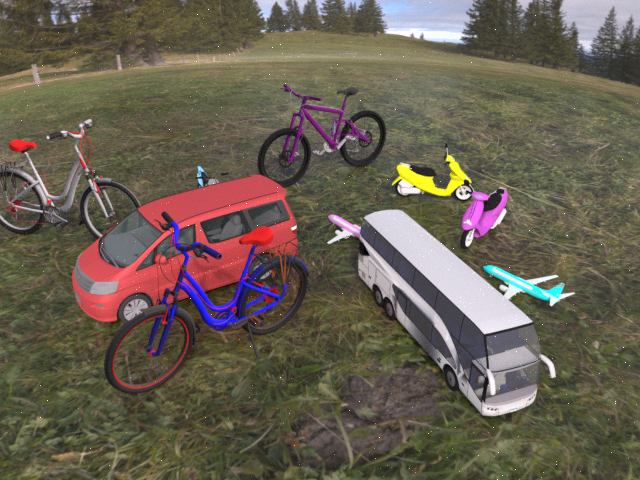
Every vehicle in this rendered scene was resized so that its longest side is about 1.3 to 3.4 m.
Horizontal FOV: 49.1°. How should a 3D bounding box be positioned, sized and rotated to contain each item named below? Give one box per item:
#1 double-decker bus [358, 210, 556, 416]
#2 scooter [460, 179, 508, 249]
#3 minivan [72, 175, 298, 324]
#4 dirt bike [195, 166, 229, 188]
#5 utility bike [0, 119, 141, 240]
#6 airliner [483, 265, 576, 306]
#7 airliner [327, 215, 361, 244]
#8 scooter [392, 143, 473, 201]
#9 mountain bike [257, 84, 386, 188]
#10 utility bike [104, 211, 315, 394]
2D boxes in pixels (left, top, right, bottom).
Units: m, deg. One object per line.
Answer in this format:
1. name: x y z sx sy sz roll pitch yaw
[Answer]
1. double-decker bus: 1.400 0.742 8.205 0.756 1.052 3.251 -10 29 -19
2. scooter: 2.526 -0.479 10.695 0.662 0.919 1.399 20 34 33
3. minivan: -1.785 0.057 9.363 3.011 1.197 1.324 -18 32 -30
4. dirt bike: -1.743 -0.705 11.195 0.527 0.857 1.493 -11 30 -21
5. utility bike: -3.892 -0.881 10.471 2.791 1.839 1.039 7 28 13
6. airliner: 2.692 0.511 9.323 1.161 0.429 1.307 -19 33 -32
7. airliner: 0.511 -0.243 10.772 1.161 0.429 1.307 -18 32 -30
8. scooter: 1.942 -1.124 11.935 1.399 0.919 0.662 5 28 9
9. mountain bike: 0.093 -1.950 12.689 2.857 1.688 1.114 -18 33 -31
10. utility bike: -1.058 0.592 7.641 2.791 1.839 1.039 -22 35 -36
